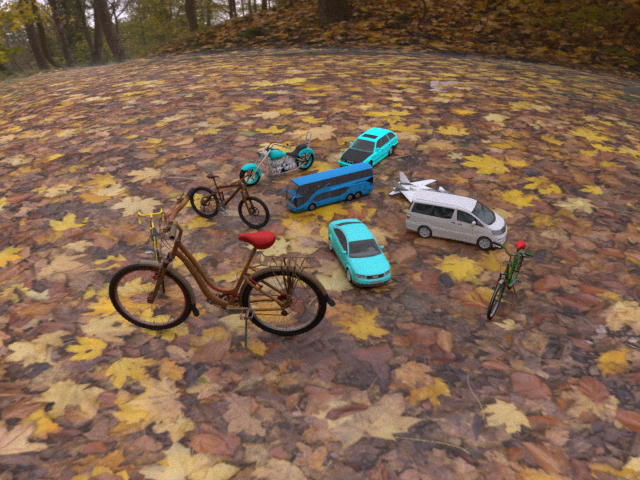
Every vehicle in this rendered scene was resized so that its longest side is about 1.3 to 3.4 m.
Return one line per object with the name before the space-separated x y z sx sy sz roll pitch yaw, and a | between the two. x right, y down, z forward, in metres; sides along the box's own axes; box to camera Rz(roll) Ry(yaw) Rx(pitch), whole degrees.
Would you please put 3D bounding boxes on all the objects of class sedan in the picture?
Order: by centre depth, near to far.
sedan | 0.560 0.119 10.231 0.635 0.483 1.613 -7 30 -13

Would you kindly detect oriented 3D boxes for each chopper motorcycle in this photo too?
chopper motorcycle | -0.774 -1.498 12.859 1.563 0.761 0.466 -18 34 -29

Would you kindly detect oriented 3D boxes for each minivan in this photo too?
minivan | 2.142 -0.342 10.925 1.548 0.616 0.681 11 31 19

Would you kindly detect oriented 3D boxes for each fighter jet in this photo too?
fighter jet | 1.948 -0.884 12.241 1.358 0.286 1.147 12 31 21

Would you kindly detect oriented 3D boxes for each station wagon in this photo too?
station wagon | 0.953 -1.801 13.700 0.682 0.473 1.597 16 33 26

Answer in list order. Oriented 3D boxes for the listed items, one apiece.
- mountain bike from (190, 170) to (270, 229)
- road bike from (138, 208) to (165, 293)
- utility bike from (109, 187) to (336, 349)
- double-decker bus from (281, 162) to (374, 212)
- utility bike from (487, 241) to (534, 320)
mountain bike | -1.474 -0.661 11.240 1.469 0.868 0.573 12 31 21
road bike | -2.311 0.104 9.878 0.358 0.852 1.545 -9 30 -15
utility bike | -1.209 0.440 8.257 2.791 1.839 1.039 2 29 3
double-decker bus | 0.158 -0.900 12.008 1.672 0.541 0.389 -16 33 -26
utility bike | 2.534 0.422 9.209 0.535 0.946 1.435 16 33 26
